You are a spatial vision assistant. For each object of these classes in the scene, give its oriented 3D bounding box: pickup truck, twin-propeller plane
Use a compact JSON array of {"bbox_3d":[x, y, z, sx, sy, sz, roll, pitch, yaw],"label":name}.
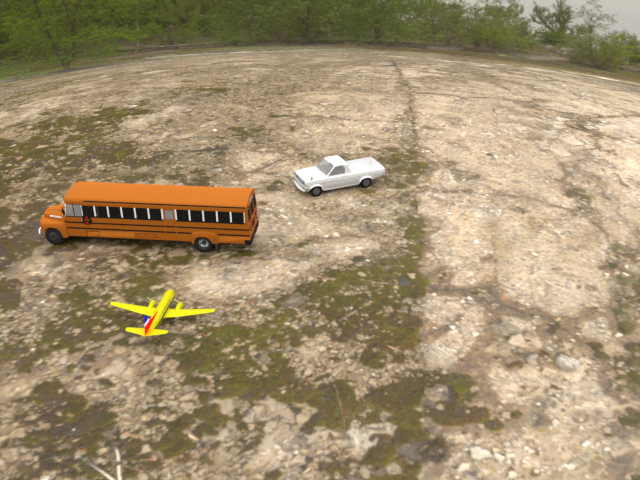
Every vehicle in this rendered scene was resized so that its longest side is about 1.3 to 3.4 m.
[{"bbox_3d":[0.347,-1.211,12.476,1.603,0.511,0.640,-11,31,-20],"label":"pickup truck"},{"bbox_3d":[-2.015,0.866,8.795,1.370,0.407,1.095,3,29,6],"label":"twin-propeller plane"}]

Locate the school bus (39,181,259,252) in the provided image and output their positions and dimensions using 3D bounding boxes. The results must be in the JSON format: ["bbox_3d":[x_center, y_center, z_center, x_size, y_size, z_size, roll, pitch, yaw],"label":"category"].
[{"bbox_3d":[-2.630,-0.384,10.621,3.322,0.844,0.709,3,29,5],"label":"school bus"}]
